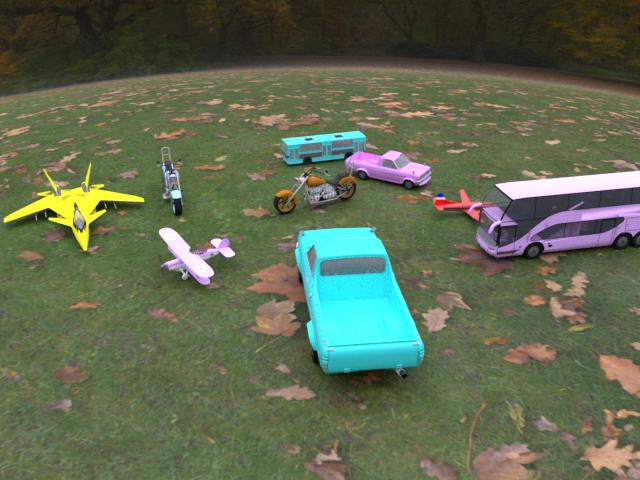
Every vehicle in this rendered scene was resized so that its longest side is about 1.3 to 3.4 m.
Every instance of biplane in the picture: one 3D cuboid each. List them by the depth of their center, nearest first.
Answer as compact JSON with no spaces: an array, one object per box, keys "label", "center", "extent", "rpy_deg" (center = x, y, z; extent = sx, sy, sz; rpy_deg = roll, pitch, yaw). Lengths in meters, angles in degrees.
[{"label":"biplane","center":[-1.745,0.249,9.903],"extent":[1.090,0.504,1.336],"rpy_deg":[-19,32,-33]}]

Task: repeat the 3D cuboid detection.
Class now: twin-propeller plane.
[{"label":"twin-propeller plane","center":[2.451,-0.608,11.731],"extent":[1.095,0.407,1.370],"rpy_deg":[-2,27,-3]}]

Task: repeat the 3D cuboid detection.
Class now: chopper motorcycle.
[{"label":"chopper motorcycle","center":[-0.063,-0.923,11.965],"extent":[1.563,0.761,0.466],"rpy_deg":[-13,29,-24]},{"label":"chopper motorcycle","center":[-2.588,-1.043,12.207],"extent":[0.466,0.761,1.563],"rpy_deg":[-8,28,-16]}]

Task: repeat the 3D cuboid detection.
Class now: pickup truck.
[{"label":"pickup truck","center":[0.389,0.572,8.708],"extent":[1.244,0.993,3.117],"rpy_deg":[-3,27,-6]},{"label":"pickup truck","center":[1.279,-1.389,13.179],"extent":[1.603,0.511,0.640],"rpy_deg":[15,30,28]}]

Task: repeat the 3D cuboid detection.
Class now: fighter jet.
[{"label":"fighter jet","center":[-3.986,-0.543,11.432],"extent":[2.229,0.557,2.640],"rpy_deg":[-10,28,-20]}]

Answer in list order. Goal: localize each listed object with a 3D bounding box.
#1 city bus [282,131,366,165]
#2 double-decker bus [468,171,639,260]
[{"label":"city bus","center":[0.084,-1.847,14.155],"extent":[1.674,0.460,0.476],"rpy_deg":[-9,28,-17]},{"label":"double-decker bus","center":[3.905,-0.401,10.593],"extent":[3.251,1.052,0.756],"rpy_deg":[-6,27,-11]}]
